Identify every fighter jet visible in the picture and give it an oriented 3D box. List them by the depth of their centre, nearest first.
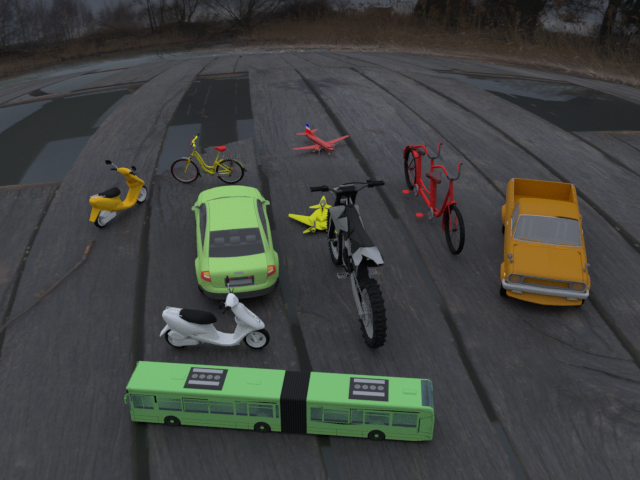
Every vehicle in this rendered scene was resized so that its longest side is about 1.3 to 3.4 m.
[{"bbox_3d":[0.040,-0.531,12.057,1.147,0.286,1.358,1,30,2],"label":"fighter jet"}]

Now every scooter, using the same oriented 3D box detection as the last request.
[{"bbox_3d":[-1.339,0.998,8.815,1.399,0.919,0.662,1,30,1],"label":"scooter"},{"bbox_3d":[-3.445,-0.831,11.943,0.662,0.919,1.399,14,33,23],"label":"scooter"}]

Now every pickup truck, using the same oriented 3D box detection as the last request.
[{"bbox_3d":[3.420,-0.153,10.711,1.244,0.993,3.117,7,31,12],"label":"pickup truck"}]

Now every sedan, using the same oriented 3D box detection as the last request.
[{"bbox_3d":[-1.341,-0.180,10.810,1.235,0.940,3.137,-5,31,-8],"label":"sedan"}]

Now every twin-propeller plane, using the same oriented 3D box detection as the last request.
[{"bbox_3d":[-0.023,-2.099,14.620,1.370,0.407,1.095,-18,35,-28],"label":"twin-propeller plane"}]

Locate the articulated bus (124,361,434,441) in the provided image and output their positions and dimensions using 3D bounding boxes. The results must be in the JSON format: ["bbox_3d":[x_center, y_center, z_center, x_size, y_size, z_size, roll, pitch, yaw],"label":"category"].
[{"bbox_3d":[-0.456,1.790,7.815,3.401,0.561,0.605,3,30,5],"label":"articulated bus"}]

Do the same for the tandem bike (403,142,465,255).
[{"bbox_3d":[1.889,-0.986,11.805,0.550,1.326,3.192,-5,31,-9],"label":"tandem bike"}]

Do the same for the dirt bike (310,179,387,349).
[{"bbox_3d":[0.440,0.112,9.591,1.024,1.666,2.903,-6,31,-10],"label":"dirt bike"}]

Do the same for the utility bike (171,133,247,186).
[{"bbox_3d":[-2.081,-1.439,12.957,1.435,0.946,0.535,1,30,1],"label":"utility bike"}]
